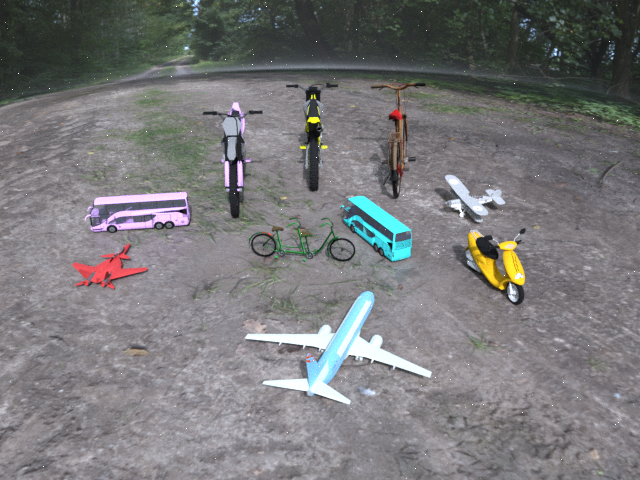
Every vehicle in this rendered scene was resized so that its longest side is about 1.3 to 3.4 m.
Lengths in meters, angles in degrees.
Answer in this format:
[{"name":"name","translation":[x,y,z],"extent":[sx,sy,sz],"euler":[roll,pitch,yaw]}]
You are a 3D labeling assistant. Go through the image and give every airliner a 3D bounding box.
[{"name":"airliner","translation":[0.268,1.045,8.292],"extent":[2.257,0.835,2.541],"euler":[9,28,17]}]

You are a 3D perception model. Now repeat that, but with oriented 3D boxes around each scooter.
[{"name":"scooter","translation":[2.456,0.234,9.813],"extent":[0.662,0.919,1.399],"euler":[-10,28,-19]}]

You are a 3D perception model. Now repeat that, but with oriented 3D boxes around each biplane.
[{"name":"biplane","translation":[2.650,-0.674,12.085],"extent":[1.090,0.504,1.336],"euler":[-8,28,-16]}]

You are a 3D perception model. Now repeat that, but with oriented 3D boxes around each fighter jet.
[{"name":"fighter jet","translation":[-3.096,0.282,10.423],"extent":[1.147,0.286,1.358],"euler":[4,27,7]}]

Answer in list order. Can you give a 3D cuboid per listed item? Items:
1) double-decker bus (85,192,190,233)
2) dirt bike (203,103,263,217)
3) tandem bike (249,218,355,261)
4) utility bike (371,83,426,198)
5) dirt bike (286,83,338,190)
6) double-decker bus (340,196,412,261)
[{"name":"double-decker bus","translation":[-3.014,-0.458,11.614],"extent":[1.672,0.541,0.389],"euler":[-4,27,-9]},{"name":"dirt bike","translation":[-1.522,-1.624,12.682],"extent":[1.024,1.666,2.903],"euler":[-2,27,-4]},{"name":"tandem bike","translation":[-0.280,-0.013,10.570],"extent":[1.642,0.682,0.283],"euler":[3,27,7]},{"name":"utility bike","translation":[1.413,-1.997,13.233],"extent":[1.039,1.839,2.791],"euler":[5,27,9]},{"name":"dirt bike","translation":[-0.146,-2.169,13.767],"extent":[1.024,1.666,2.903],"euler":[0,27,-1]},{"name":"double-decker bus","translation":[0.876,-0.219,11.137],"extent":[0.389,0.541,1.672],"euler":[-12,29,-23]}]
